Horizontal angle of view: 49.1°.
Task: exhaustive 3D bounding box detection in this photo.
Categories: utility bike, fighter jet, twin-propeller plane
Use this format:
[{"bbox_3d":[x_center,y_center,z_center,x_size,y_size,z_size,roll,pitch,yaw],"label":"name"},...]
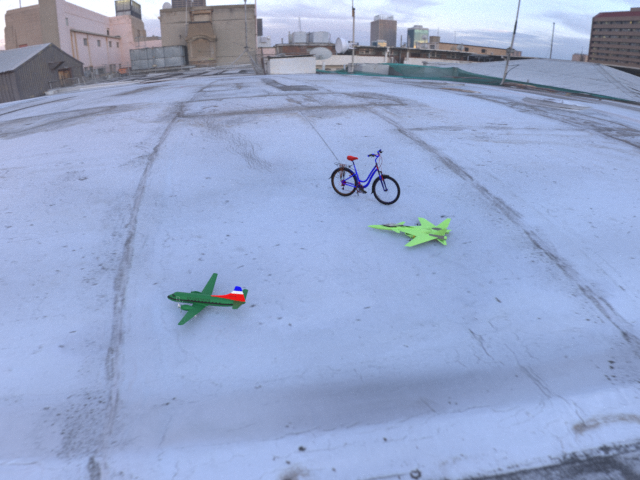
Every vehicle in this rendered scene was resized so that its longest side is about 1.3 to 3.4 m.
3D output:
[{"bbox_3d":[0.814,-1.182,12.608,1.435,0.946,0.535,14,29,26],"label":"utility bike"},{"bbox_3d":[1.432,-0.218,11.380,1.358,0.286,1.147,8,27,16],"label":"fighter jet"},{"bbox_3d":[-1.513,0.745,9.262,1.095,0.407,1.370,5,26,10],"label":"twin-propeller plane"}]
